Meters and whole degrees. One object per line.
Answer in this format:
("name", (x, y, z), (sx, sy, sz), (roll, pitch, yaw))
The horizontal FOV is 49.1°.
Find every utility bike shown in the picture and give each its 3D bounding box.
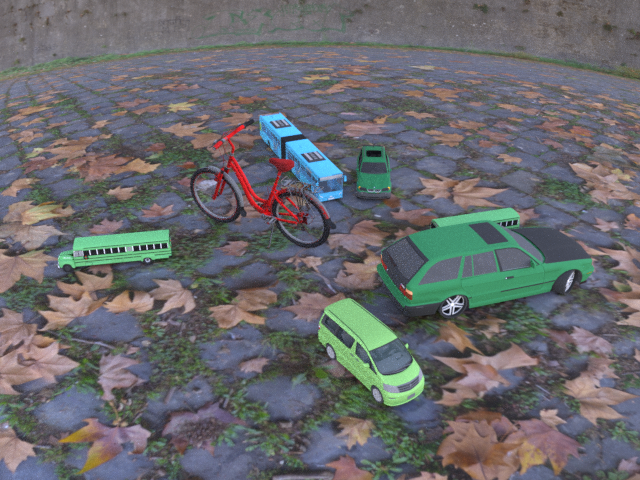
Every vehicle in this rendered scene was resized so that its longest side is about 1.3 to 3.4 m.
("utility bike", (-1.024, -0.811, 11.006), (2.791, 1.839, 1.039), (16, 34, 25))

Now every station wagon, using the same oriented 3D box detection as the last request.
("station wagon", (2.426, 0.273, 10.077), (3.105, 0.920, 1.327), (-9, 32, -15))

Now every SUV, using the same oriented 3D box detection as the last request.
("SUV", (0.993, -1.280, 13.030), (0.656, 0.580, 1.572), (1, 31, 2))

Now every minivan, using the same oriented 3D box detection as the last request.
("minivan", (0.616, 1.346, 8.567), (0.681, 0.616, 1.548), (-19, 36, -29))

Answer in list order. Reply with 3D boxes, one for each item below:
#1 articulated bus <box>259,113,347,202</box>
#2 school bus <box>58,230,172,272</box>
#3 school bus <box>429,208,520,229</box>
("articulated bus", (-0.437, -1.700, 13.757), (0.605, 0.561, 3.401), (-12, 33, -19))
("school bus", (-3.151, 0.156, 10.752), (1.708, 0.434, 0.365), (-5, 31, -9))
("school bus", (2.379, -0.173, 11.306), (1.708, 0.434, 0.365), (-9, 32, -14))
